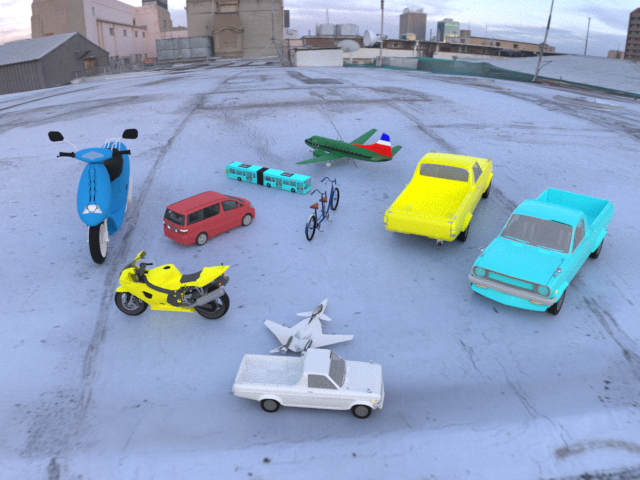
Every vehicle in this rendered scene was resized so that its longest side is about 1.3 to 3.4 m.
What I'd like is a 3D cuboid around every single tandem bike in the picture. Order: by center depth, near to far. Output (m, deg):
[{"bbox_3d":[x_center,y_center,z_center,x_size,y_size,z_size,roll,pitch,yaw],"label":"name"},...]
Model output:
[{"bbox_3d":[0.050,-0.556,11.334,0.283,0.682,1.642,9,28,17],"label":"tandem bike"}]

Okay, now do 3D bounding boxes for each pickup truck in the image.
[{"bbox_3d":[-0.109,1.475,7.481,1.603,0.511,0.640,3,27,5],"label":"pickup truck"},{"bbox_3d":[3.239,-0.038,9.957,1.244,0.993,3.117,17,31,30],"label":"pickup truck"},{"bbox_3d":[2.042,-0.843,11.559,1.244,0.993,3.117,11,29,20],"label":"pickup truck"}]

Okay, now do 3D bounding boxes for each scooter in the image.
[{"bbox_3d":[-3.347,-0.945,10.878,1.288,1.786,2.721,-3,27,-5],"label":"scooter"}]

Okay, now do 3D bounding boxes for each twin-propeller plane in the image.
[{"bbox_3d":[0.531,-1.891,13.868,2.129,0.792,2.663,19,32,33],"label":"twin-propeller plane"}]

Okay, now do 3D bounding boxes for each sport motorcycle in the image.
[{"bbox_3d":[-1.872,0.617,8.843,1.520,0.821,0.506,2,27,4],"label":"sport motorcycle"}]

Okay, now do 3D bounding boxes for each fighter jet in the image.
[{"bbox_3d":[-0.113,0.992,8.692,1.147,0.286,1.358,8,28,16],"label":"fighter jet"}]

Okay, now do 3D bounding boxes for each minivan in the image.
[{"bbox_3d":[-1.732,-0.422,11.140,0.681,0.616,1.548,22,34,37],"label":"minivan"}]

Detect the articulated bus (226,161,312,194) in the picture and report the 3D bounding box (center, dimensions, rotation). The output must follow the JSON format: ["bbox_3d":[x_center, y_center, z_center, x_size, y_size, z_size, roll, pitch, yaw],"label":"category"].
[{"bbox_3d":[-0.963,-1.164,12.981,1.749,0.289,0.311,14,30,25],"label":"articulated bus"}]
